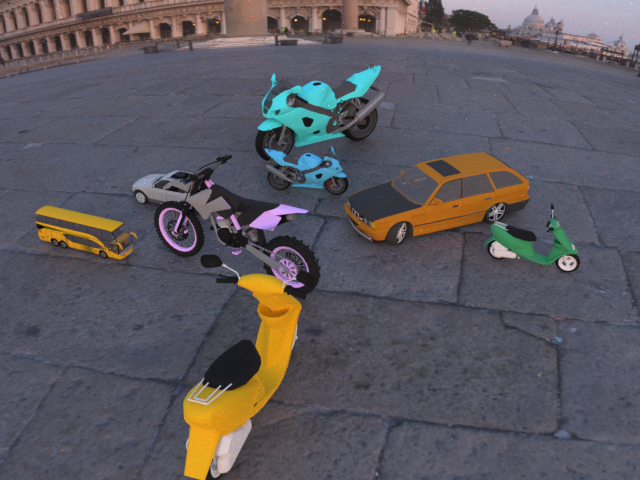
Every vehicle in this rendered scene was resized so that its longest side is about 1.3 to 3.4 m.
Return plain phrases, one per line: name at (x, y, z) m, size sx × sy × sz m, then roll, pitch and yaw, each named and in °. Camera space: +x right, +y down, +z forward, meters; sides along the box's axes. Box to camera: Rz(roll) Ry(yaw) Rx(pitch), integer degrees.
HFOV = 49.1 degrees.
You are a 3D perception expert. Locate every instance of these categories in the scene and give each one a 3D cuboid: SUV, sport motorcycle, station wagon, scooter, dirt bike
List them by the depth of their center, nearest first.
scooter at (-0.746, 1.164, 7.401) m, size 1.288 × 1.786 × 2.721 m, roll 9°, pitch 32°, yaw 16°
dirt bike at (-1.270, -0.219, 9.898) m, size 2.903 × 1.666 × 1.024 m, roll 16°, pitch 34°, yaw 26°
scooter at (3.148, -0.023, 10.303) m, size 1.399 × 0.919 × 0.662 m, roll 11°, pitch 32°, yaw 18°
station wagon at (1.937, -0.773, 11.591) m, size 3.105 × 0.920 × 1.327 m, roll -12°, pitch 32°, yaw -20°
SUV at (-2.533, -0.902, 12.151) m, size 1.572 × 0.580 × 0.656 m, roll 14°, pitch 33°, yaw 23°
sport motorcycle at (-0.237, -1.230, 12.477) m, size 1.520 × 0.821 × 0.506 m, roll 6°, pitch 31°, yaw 10°
sport motorcycle at (0.000, -2.551, 13.975) m, size 2.955 × 1.596 × 0.983 m, roll -19°, pitch 35°, yaw -29°

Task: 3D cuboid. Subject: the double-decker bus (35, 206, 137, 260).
double-decker bus at (-3.633, -0.110, 10.829) m, size 1.672 × 0.541 × 0.389 m, roll 12°, pitch 32°, yaw 20°
